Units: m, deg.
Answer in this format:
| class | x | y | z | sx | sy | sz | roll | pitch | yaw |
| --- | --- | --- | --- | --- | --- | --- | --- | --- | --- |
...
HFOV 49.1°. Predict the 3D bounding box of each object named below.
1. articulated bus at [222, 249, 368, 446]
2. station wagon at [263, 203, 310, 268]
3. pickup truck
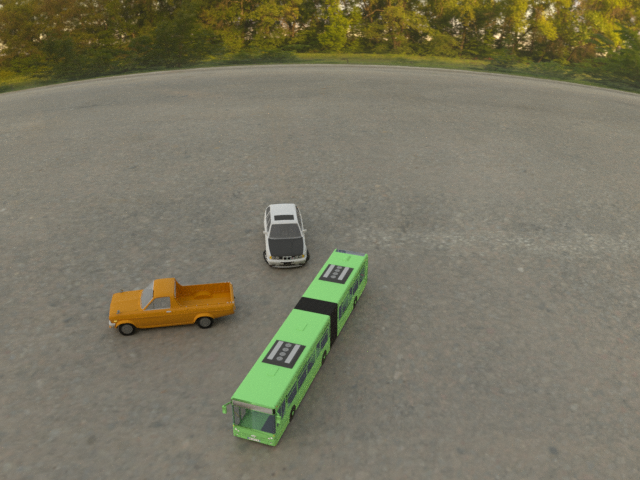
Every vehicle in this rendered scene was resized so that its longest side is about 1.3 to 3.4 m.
| class | x | y | z | sx | sy | sz | roll | pitch | yaw |
| --- | --- | --- | --- | --- | --- | --- | --- | --- | --- |
| articulated bus | -0.121 | 1.094 | 8.312 | 0.605 | 0.561 | 3.401 | 9 | 29 | 17 |
| station wagon | -0.545 | -0.121 | 10.735 | 0.682 | 0.473 | 1.597 | -2 | 28 | -5 |
| pickup truck | -1.884 | 0.794 | 8.943 | 1.603 | 0.511 | 0.640 | -4 | 28 | -8 |
